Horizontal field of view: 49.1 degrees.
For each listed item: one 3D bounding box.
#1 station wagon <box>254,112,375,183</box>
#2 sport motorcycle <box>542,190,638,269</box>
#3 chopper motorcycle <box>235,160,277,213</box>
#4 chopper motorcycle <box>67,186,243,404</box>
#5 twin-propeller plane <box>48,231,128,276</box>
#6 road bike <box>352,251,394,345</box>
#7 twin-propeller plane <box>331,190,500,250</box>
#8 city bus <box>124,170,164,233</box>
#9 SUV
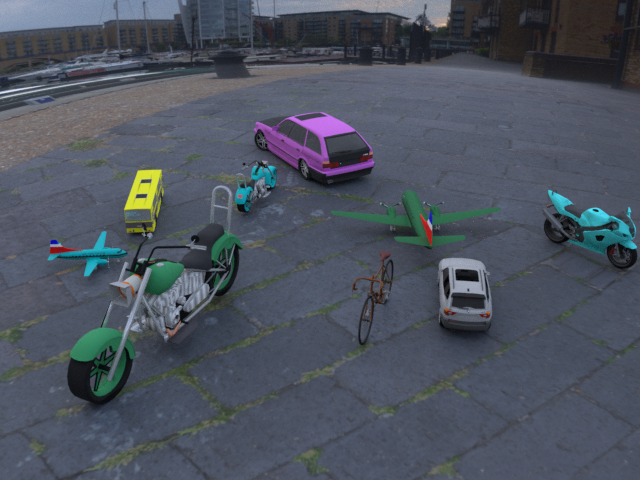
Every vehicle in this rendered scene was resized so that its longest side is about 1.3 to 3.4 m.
[{"bbox_3d":[-0.211,-2.001,13.700,1.327,0.920,3.105,-15,30,-27],"label":"station wagon"},{"bbox_3d":[3.934,-0.165,10.204,0.506,0.821,1.520,-20,33,-34],"label":"sport motorcycle"},{"bbox_3d":[-1.069,-1.025,11.959,0.466,0.761,1.563,8,28,15],"label":"chopper motorcycle"},{"bbox_3d":[-1.814,0.530,8.112,0.906,1.480,3.040,12,29,22],"label":"chopper motorcycle"},{"bbox_3d":[-3.312,0.157,10.026,1.095,0.407,1.370,-2,27,-5],"label":"twin-propeller plane"},{"bbox_3d":[0.707,0.632,8.604,0.358,0.852,1.545,9,28,18],"label":"road bike"},{"bbox_3d":[1.512,-0.424,10.744,2.663,0.792,2.129,-1,27,-3],"label":"twin-propeller plane"},{"bbox_3d":[-2.874,-0.640,11.534,0.476,0.460,1.674,-3,27,-5],"label":"city bus"},{"bbox_3d":[1.848,0.599,8.969,0.656,0.580,1.572,3,27,7],"label":"SUV"}]
